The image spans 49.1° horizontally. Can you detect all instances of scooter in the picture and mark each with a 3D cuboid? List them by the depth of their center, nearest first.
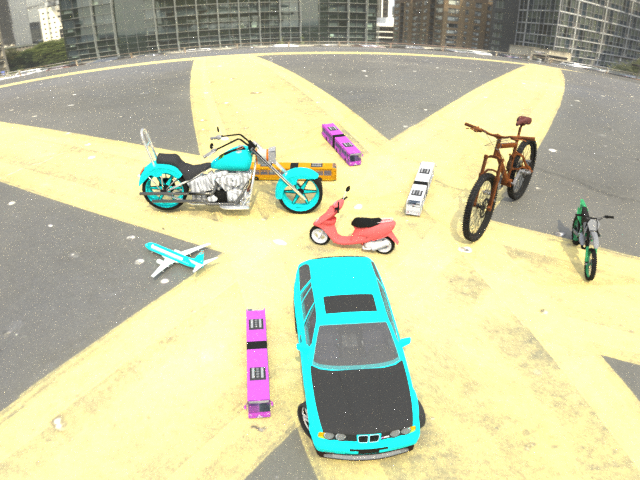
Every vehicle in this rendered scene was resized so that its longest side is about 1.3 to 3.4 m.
[{"bbox_3d":[0.508,-0.257,10.551,1.399,0.919,0.662,8,31,14],"label":"scooter"}]

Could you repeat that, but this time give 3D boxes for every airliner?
[{"bbox_3d":[-2.146,0.159,10.319,1.307,0.429,1.161,20,35,31],"label":"airliner"}]

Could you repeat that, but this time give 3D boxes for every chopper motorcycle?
[{"bbox_3d":[-1.473,-1.128,11.505,3.040,1.480,0.906,0,30,0],"label":"chopper motorcycle"}]

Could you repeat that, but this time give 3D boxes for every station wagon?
[{"bbox_3d":[0.343,1.143,8.111,1.327,0.920,3.105,-3,30,-4],"label":"station wagon"}]

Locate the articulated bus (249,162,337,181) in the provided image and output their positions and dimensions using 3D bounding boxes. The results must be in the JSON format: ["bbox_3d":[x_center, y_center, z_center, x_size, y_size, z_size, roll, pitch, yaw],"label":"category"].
[{"bbox_3d":[-0.569,-1.269,12.948,1.749,0.289,0.311,1,30,2],"label":"articulated bus"}]

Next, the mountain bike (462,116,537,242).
[{"bbox_3d":[2.979,-1.128,11.297,1.114,1.688,2.857,19,35,30],"label":"mountain bike"}]

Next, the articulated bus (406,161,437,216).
[{"bbox_3d":[1.783,-0.929,12.355,0.311,0.289,1.749,8,31,14],"label":"articulated bus"}]

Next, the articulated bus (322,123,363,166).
[{"bbox_3d":[0.419,-1.949,14.133,0.311,0.289,1.749,-9,31,-15],"label":"articulated bus"}]

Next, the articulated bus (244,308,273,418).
[{"bbox_3d":[-0.742,1.408,8.284,0.311,0.289,1.749,-3,30,-5],"label":"articulated bus"}]

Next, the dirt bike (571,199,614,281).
[{"bbox_3d":[3.921,-0.068,10.285,0.527,0.857,1.493,4,30,7],"label":"dirt bike"}]
